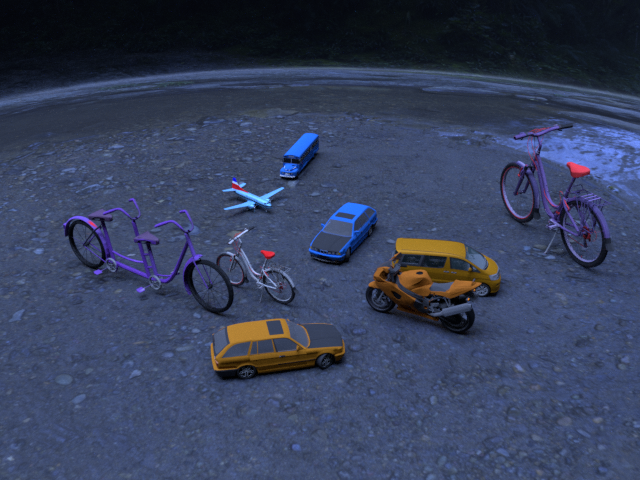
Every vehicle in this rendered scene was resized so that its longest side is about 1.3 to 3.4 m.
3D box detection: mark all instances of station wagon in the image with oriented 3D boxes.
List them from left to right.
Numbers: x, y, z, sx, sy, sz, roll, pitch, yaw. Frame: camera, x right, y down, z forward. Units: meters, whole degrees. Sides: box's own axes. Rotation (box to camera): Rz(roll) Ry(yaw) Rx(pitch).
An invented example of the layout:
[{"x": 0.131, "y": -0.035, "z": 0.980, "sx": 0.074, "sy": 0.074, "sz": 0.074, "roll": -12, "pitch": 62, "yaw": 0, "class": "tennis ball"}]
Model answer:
[{"x": -0.497, "y": 1.232, "z": 8.355, "sx": 1.597, "sy": 0.473, "sz": 0.682, "roll": -6, "pitch": 27, "yaw": -11, "class": "station wagon"}, {"x": 0.383, "y": -0.164, "z": 11.124, "sx": 0.682, "sy": 0.473, "sz": 1.597, "roll": 12, "pitch": 29, "yaw": 22, "class": "station wagon"}]

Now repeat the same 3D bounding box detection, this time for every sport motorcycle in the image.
[{"x": 1.296, "y": 0.698, "z": 9.028, "sx": 1.520, "sy": 0.821, "sz": 0.506, "roll": 13, "pitch": 29, "yaw": 24, "class": "sport motorcycle"}]

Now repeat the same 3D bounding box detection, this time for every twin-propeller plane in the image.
[{"x": -1.222, "y": -0.799, "z": 12.456, "sx": 1.095, "sy": 0.407, "sz": 1.370, "roll": 24, "pitch": 35, "yaw": 39, "class": "twin-propeller plane"}]

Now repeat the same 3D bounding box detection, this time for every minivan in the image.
[{"x": 1.786, "y": 0.360, "z": 9.926, "sx": 1.548, "sy": 0.616, "sz": 0.681, "roll": 4, "pitch": 27, "yaw": 7, "class": "minivan"}]

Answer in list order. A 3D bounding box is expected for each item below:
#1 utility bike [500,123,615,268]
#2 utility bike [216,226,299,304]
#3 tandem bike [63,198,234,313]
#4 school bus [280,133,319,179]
[{"x": 3.532, "y": -0.761, "z": 10.792, "sx": 1.039, "sy": 1.839, "sz": 2.791, "roll": -9, "pitch": 28, "yaw": -18, "class": "utility bike"}, {"x": -0.915, "y": 0.368, "z": 9.544, "sx": 1.435, "sy": 0.946, "sz": 0.535, "roll": 17, "pitch": 31, "yaw": 30, "class": "utility bike"}, {"x": -2.473, "y": 0.085, "z": 9.684, "sx": 3.192, "sy": 1.326, "sz": 0.550, "roll": 16, "pitch": 31, "yaw": 28, "class": "tandem bike"}, {"x": -0.409, "y": -1.711, "z": 14.237, "sx": 0.365, "sy": 0.434, "sz": 1.708, "roll": 7, "pitch": 28, "yaw": 14, "class": "school bus"}]
